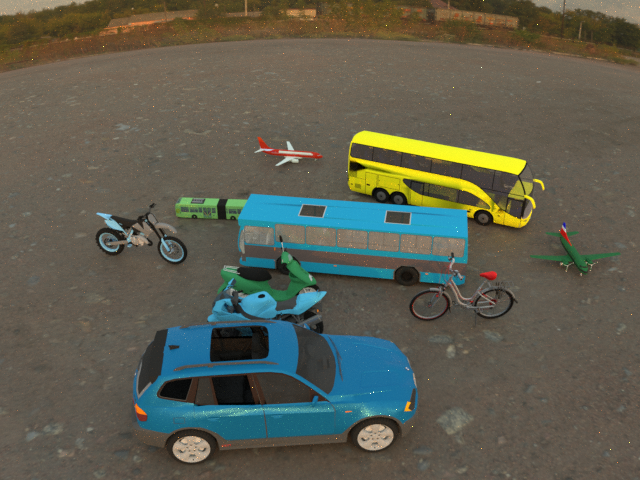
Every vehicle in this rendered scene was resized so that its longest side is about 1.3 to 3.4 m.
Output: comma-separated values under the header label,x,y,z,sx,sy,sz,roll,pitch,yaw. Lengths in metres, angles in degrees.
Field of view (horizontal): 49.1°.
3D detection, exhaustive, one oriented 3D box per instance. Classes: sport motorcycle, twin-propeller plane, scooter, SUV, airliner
label,x,y,z,sx,sy,sz,roll,pitch,yaw
sport motorcycle,-0.681,0.946,8.707,1.520,0.821,0.506,0,31,0
twin-propeller plane,3.779,0.145,10.441,1.370,0.407,1.095,-2,31,-3
scooter,-0.686,0.489,9.373,1.399,0.919,0.662,-1,31,-1
SUV,-0.468,1.499,7.490,3.058,1.128,1.276,-3,31,-4
airliner,-0.588,-1.767,13.598,1.307,0.429,1.161,4,31,7

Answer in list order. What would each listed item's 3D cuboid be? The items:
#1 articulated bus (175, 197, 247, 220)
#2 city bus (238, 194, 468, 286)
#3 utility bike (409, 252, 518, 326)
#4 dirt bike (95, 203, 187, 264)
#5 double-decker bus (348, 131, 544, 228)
label,x,y,z,sx,sy,sz,roll,pitch,yaw
articulated bus,-1.515,-0.512,11.648,1.749,0.289,0.311,2,31,4
city bus,0.484,0.012,10.190,3.255,0.894,0.926,5,31,8
utility bike,1.884,0.692,9.008,1.435,0.946,0.535,-2,31,-3
dirt bike,-2.676,-0.080,10.379,1.493,0.857,0.527,8,32,13
double-decker bus,2.043,-1.026,11.763,3.251,1.052,0.756,14,34,22
